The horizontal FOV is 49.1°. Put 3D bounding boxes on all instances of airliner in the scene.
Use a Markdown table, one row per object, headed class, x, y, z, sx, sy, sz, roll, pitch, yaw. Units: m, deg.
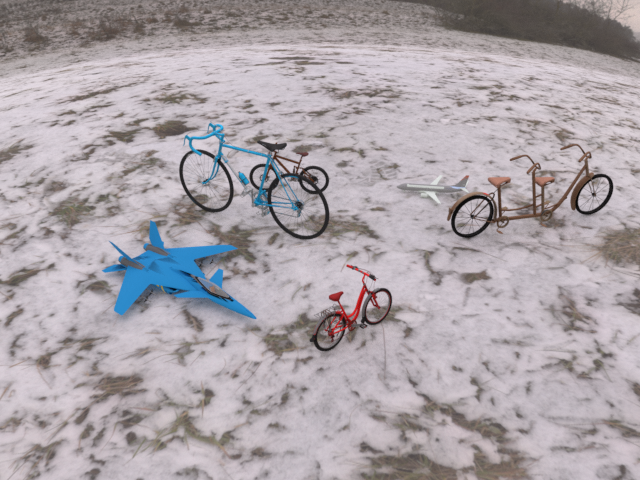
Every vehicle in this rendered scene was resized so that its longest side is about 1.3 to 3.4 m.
| class | x | y | z | sx | sy | sz | roll | pitch | yaw |
| --- | --- | --- | --- | --- | --- | --- | --- | --- | --- |
| airliner | 2.056 | -1.027 | 12.746 | 1.307 | 0.429 | 1.161 | 5 | 31 | 9 |

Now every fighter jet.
| class | x | y | z | sx | sy | sz | roll | pitch | yaw |
| --- | --- | --- | --- | --- | --- | --- | --- | --- | --- |
| fighter jet | -1.887 | 0.494 | 10.054 | 2.640 | 0.557 | 2.229 | 22 | 37 | 33 |

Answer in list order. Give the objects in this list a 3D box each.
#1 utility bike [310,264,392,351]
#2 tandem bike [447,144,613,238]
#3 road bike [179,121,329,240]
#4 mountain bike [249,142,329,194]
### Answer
| class | x | y | z | sx | sy | sz | roll | pitch | yaw |
| --- | --- | --- | --- | --- | --- | --- | --- | --- | --- |
| utility bike | 0.392 | 0.846 | 9.081 | 1.435 | 0.946 | 0.535 | -23 | 38 | -34 |
| tandem bike | 3.538 | -0.807 | 11.496 | 3.192 | 1.326 | 0.550 | -10 | 32 | -16 |
| road bike | -1.154 | -0.979 | 11.462 | 3.004 | 1.656 | 0.697 | 17 | 34 | 26 |
| mountain bike | -0.564 | -1.249 | 12.689 | 1.469 | 0.868 | 0.573 | 3 | 31 | 5 |
